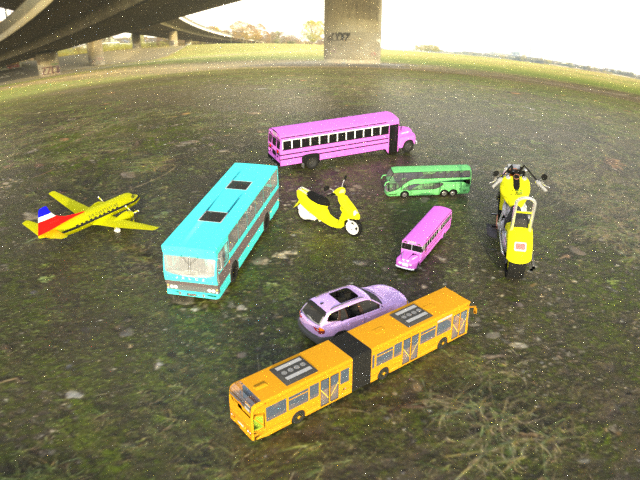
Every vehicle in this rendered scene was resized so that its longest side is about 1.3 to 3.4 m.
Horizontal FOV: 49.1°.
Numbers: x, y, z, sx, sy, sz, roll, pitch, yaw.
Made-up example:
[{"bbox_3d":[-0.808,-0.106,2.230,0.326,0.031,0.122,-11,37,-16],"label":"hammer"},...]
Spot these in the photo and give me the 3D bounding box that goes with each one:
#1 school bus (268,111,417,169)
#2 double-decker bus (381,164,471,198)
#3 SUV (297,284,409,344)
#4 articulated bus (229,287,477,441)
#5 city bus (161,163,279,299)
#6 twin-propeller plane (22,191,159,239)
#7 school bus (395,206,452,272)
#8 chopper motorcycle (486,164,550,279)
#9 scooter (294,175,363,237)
[{"bbox_3d":[0.549,-2.159,14.912,3.322,0.844,0.709,-12,30,-22],"label":"school bus"},{"bbox_3d":[2.010,-1.118,13.242,1.672,0.541,0.389,-2,28,-4],"label":"double-decker bus"},{"bbox_3d":[0.465,0.912,9.303,1.572,0.580,0.656,-17,32,-29],"label":"SUV"},{"bbox_3d":[0.498,1.392,8.402,3.401,0.561,0.605,-19,33,-33],"label":"articulated bus"},{"bbox_3d":[-1.463,-0.222,11.140,0.926,0.894,3.255,6,28,11],"label":"city bus"},{"bbox_3d":[-3.846,-0.500,11.785,2.663,0.792,2.129,17,32,30],"label":"twin-propeller plane"},{"bbox_3d":[1.681,-0.032,11.273,0.365,0.434,1.708,14,31,25],"label":"school bus"},{"bbox_3d":[3.094,-0.558,11.151,0.906,1.480,3.040,5,28,9],"label":"chopper motorcycle"},{"bbox_3d":[0.132,-0.617,11.872,1.399,0.919,0.662,18,33,31],"label":"scooter"}]
